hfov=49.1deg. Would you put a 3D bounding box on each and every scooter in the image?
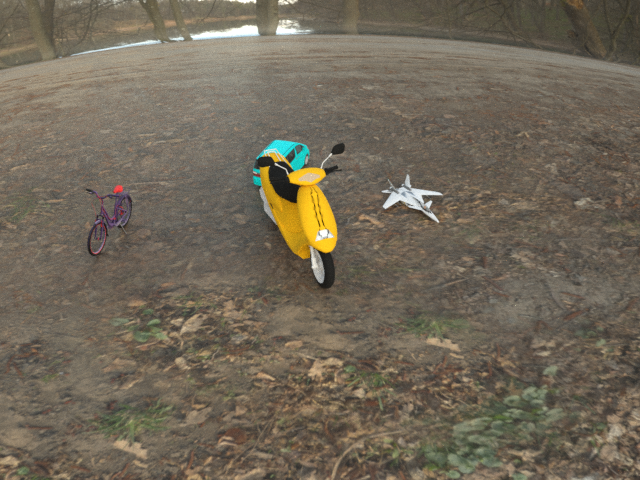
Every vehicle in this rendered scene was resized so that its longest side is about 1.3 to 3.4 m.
[{"bbox_3d":[-0.358,-0.624,10.280,1.288,1.786,2.721,-12,34,-19],"label":"scooter"}]

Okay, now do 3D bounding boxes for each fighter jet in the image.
[{"bbox_3d":[1.631,-0.679,11.794,1.147,0.286,1.358,-14,34,-21],"label":"fighter jet"}]

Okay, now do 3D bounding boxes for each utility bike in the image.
[{"bbox_3d":[-3.178,-0.416,10.743,0.535,0.946,1.435,7,32,11],"label":"utility bike"}]

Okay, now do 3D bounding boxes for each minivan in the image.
[{"bbox_3d":[-0.683,-1.475,12.766,0.681,0.616,1.548,10,33,16],"label":"minivan"}]
